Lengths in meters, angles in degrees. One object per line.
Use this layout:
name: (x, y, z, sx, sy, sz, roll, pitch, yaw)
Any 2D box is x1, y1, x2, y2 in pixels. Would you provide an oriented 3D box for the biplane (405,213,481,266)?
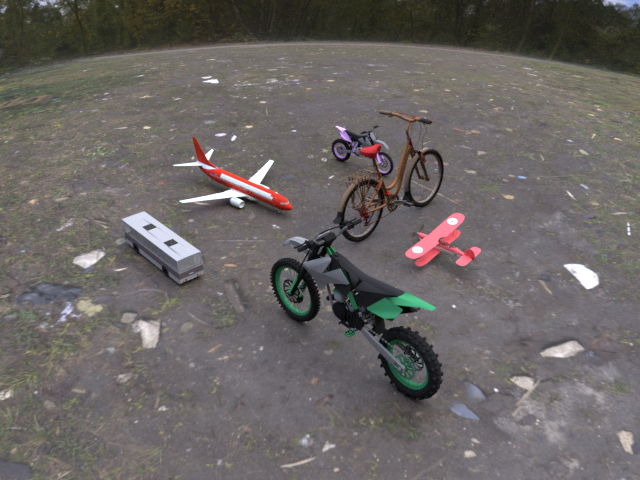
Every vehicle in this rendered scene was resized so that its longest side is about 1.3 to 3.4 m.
biplane: (1.891, 0.107, 10.704, 1.090, 0.504, 1.336, 26, 40, 37)

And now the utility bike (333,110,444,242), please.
utility bike: (1.129, -1.130, 11.477, 1.039, 1.839, 2.791, 27, 40, 37)

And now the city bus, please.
city bus: (-2.430, 0.115, 10.734, 0.476, 0.460, 1.674, -24, 39, -35)

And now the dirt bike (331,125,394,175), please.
dirt bike: (0.816, -1.789, 13.542, 1.493, 0.857, 0.527, 24, 38, 34)

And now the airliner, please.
airliner: (-1.439, -1.155, 12.500, 2.541, 0.835, 2.257, 24, 38, 34)

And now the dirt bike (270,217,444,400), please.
dirt bike: (0.336, 0.730, 8.524, 1.024, 1.666, 2.903, -26, 39, -36)
